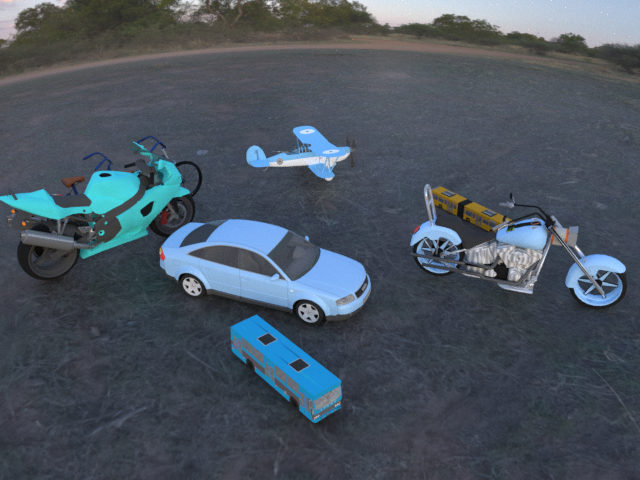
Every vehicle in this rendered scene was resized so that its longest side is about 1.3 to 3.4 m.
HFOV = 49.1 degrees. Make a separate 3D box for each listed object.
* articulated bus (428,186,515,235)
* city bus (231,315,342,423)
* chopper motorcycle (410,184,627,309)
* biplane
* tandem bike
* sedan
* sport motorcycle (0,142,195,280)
[{"bbox_3d":[2.590,-0.501,12.120,0.311,0.289,1.749,-21,36,-32],"label":"articulated bus"},{"bbox_3d":[-0.440,1.532,8.447,0.476,0.460,1.674,-23,37,-34],"label":"city bus"},{"bbox_3d":[2.796,0.089,9.918,3.040,1.480,0.906,10,32,16],"label":"chopper motorcycle"},{"bbox_3d":[-0.350,-1.598,13.320,2.120,0.981,2.598,-8,31,-13],"label":"biplane"},{"bbox_3d":[-3.421,-0.916,11.803,3.192,1.326,0.550,-21,36,-32],"label":"tandem bike"},{"bbox_3d":[-0.803,0.324,10.050,3.137,0.940,1.235,11,32,18],"label":"sedan"},{"bbox_3d":[-3.254,-0.438,10.710,2.955,1.596,0.983,-22,37,-33],"label":"sport motorcycle"}]
